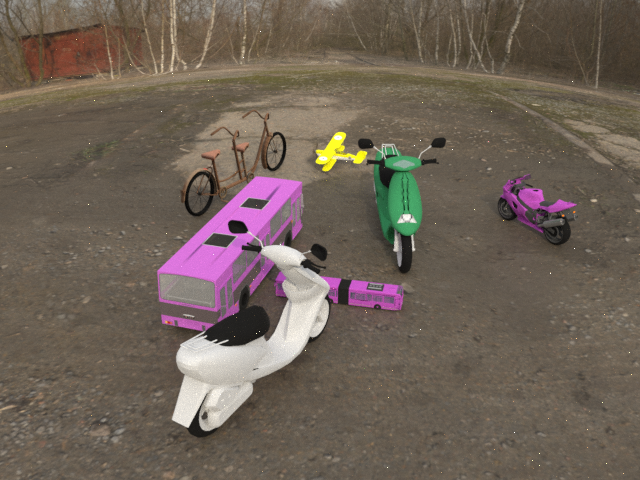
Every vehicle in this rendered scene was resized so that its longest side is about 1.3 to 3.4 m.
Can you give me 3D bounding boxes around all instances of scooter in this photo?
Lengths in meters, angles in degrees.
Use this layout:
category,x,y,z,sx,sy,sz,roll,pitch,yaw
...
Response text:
category,x,y,z,sx,sy,sz,roll,pitch,yaw
scooter,-0.630,0.837,7.583,1.288,1.786,2.721,16,31,29
scooter,1.179,-0.822,10.800,1.288,1.786,2.721,-1,27,-2

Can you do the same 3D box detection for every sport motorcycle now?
category,x,y,z,sx,sy,sz,roll,pitch,yaw
sport motorcycle,3.443,-0.504,11.236,0.506,0.821,1.520,-16,31,-28

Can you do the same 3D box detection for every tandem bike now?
category,x,y,z,sx,sy,sz,roll,pitch,yaw
tandem bike,-1.474,-1.479,12.577,0.550,1.326,3.192,15,31,26

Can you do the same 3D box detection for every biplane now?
category,x,y,z,sx,sy,sz,roll,pitch,yaw
biplane,0.374,-1.670,13.843,1.090,0.504,1.336,10,29,18

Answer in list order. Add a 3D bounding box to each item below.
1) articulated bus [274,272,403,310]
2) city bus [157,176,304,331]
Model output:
category,x,y,z,sx,sy,sz,roll,pitch,yaw
articulated bus,0.243,0.690,9.502,1.749,0.289,0.311,6,28,12
city bus,-1.127,0.125,9.937,0.926,0.894,3.255,8,28,15
